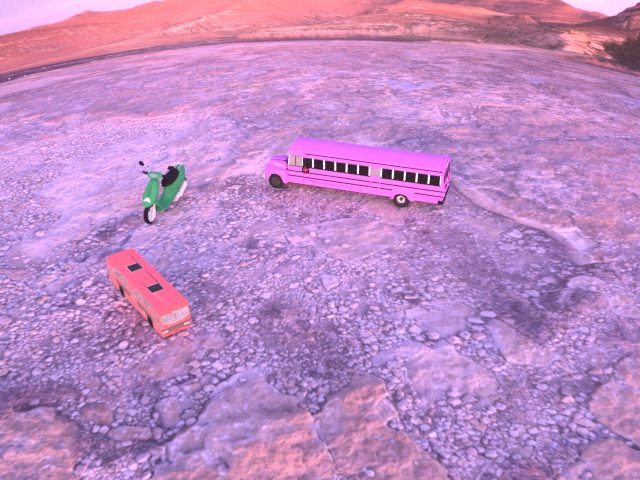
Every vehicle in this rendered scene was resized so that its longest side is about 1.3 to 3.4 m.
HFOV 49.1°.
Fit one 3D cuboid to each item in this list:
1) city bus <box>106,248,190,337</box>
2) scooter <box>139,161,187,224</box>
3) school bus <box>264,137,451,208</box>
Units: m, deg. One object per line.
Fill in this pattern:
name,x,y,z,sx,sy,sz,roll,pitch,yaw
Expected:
city bus,-2.358,0.704,9.550,0.476,0.460,1.674,-22,37,-32
scooter,-2.633,-0.937,11.828,0.662,0.919,1.399,10,32,16
school bus,0.605,-1.232,12.390,3.322,0.844,0.709,10,32,16
